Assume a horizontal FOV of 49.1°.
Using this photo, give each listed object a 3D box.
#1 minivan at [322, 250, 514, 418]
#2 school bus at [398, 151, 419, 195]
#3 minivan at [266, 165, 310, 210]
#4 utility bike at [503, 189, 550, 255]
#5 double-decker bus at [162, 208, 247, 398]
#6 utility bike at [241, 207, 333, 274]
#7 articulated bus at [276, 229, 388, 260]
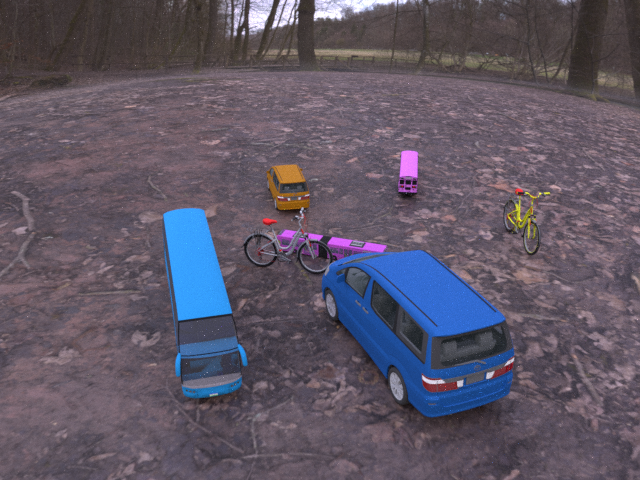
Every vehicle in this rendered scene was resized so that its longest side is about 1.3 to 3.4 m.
[{"bbox_3d":[1.030,0.818,8.413,1.324,1.197,3.011,-11,28,-20],"label":"minivan"},{"bbox_3d":[1.722,-1.339,13.578,0.365,0.434,1.708,3,27,7],"label":"school bus"},{"bbox_3d":[-0.599,-1.045,12.788,0.681,0.616,1.548,-5,27,-11],"label":"minivan"},{"bbox_3d":[3.271,-0.412,11.153,0.535,0.946,1.435,-4,27,-7],"label":"utility bike"},{"bbox_3d":[-1.550,0.693,8.825,0.756,1.052,3.251,-7,27,-13],"label":"double-decker bus"},{"bbox_3d":[-0.488,-0.006,10.341,1.435,0.946,0.535,7,27,14],"label":"utility bike"},{"bbox_3d":[0.177,0.122,10.820,1.749,0.289,0.311,9,28,17],"label":"articulated bus"}]
